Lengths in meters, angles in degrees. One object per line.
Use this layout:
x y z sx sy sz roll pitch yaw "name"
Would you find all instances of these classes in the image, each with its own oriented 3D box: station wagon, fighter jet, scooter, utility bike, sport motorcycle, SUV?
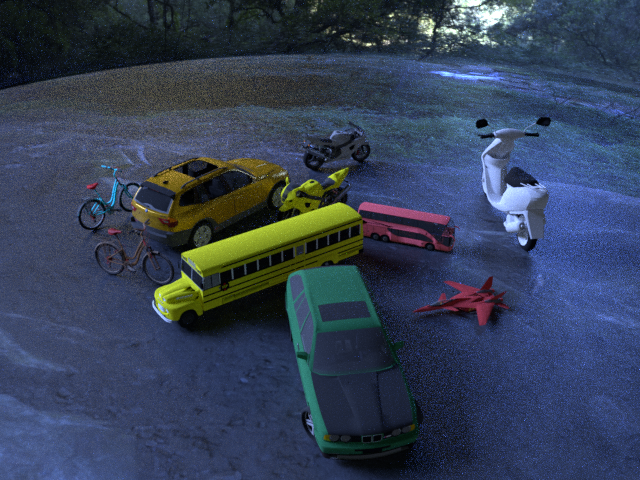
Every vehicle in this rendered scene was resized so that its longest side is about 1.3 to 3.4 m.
0.298 1.269 8.494 1.327 0.920 3.105 -5 30 -8 "station wagon"
1.944 0.836 9.905 1.358 0.286 1.147 -8 30 -14 "fighter jet"
3.248 -1.094 11.801 1.288 1.786 2.721 -3 30 -5 "scooter"
-2.798 0.146 10.458 1.435 0.946 0.535 10 31 18 "utility bike"
-3.678 -0.778 12.095 0.535 0.946 1.435 21 35 32 "utility bike"
0.341 -1.898 14.207 1.520 0.821 0.506 -12 31 -20 "sport motorcycle"
-1.809 -0.854 12.045 1.276 1.128 3.058 21 36 33 "SUV"
-0.104 -0.738 12.152 1.520 0.821 0.506 -20 35 -32 "sport motorcycle"

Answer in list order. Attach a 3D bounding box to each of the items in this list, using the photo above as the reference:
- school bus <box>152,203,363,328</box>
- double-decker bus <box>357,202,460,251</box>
-0.854 0.311 10.269 3.322 0.844 0.709 -19 35 -30 "school bus"
1.434 -0.212 11.505 1.672 0.541 0.389 11 31 19 "double-decker bus"
